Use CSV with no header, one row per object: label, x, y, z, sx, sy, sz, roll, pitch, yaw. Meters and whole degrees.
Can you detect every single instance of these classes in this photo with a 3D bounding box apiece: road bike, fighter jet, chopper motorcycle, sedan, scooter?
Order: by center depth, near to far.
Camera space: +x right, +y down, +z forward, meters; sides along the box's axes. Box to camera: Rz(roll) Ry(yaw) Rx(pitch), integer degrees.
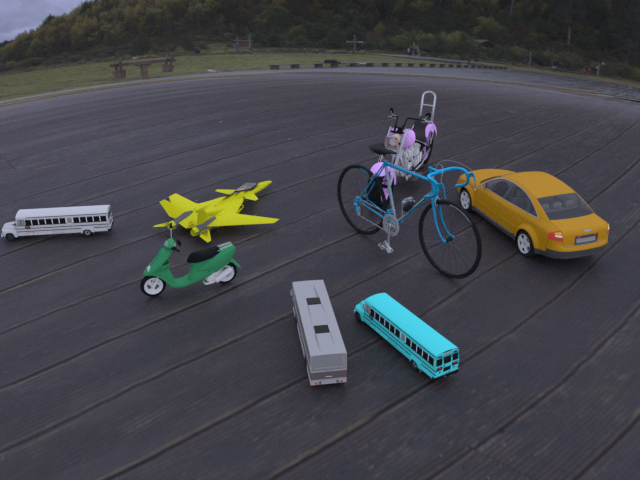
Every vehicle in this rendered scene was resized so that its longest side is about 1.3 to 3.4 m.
scooter,-1.781,0.270,9.575,1.399,0.919,0.662,-10,28,-19
road bike,1.236,-0.545,10.399,0.696,1.656,3.004,-20,32,-34
sedan,3.341,-0.632,11.388,1.235,0.940,3.137,-9,27,-17
fighter jet,-1.572,-0.756,12.075,2.229,0.557,2.640,14,30,27
chopper motorcycle,1.566,-1.736,13.024,0.906,1.480,3.040,12,29,23

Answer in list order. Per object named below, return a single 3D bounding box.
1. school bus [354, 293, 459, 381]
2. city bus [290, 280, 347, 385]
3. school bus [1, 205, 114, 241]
school bus,0.988,1.092,8.450,0.365,0.434,1.708,-15,30,-27
city bus,-0.030,1.090,8.426,0.476,0.460,1.674,-4,26,-8
school bus,-4.230,-0.285,11.255,1.708,0.434,0.365,-4,26,-7
